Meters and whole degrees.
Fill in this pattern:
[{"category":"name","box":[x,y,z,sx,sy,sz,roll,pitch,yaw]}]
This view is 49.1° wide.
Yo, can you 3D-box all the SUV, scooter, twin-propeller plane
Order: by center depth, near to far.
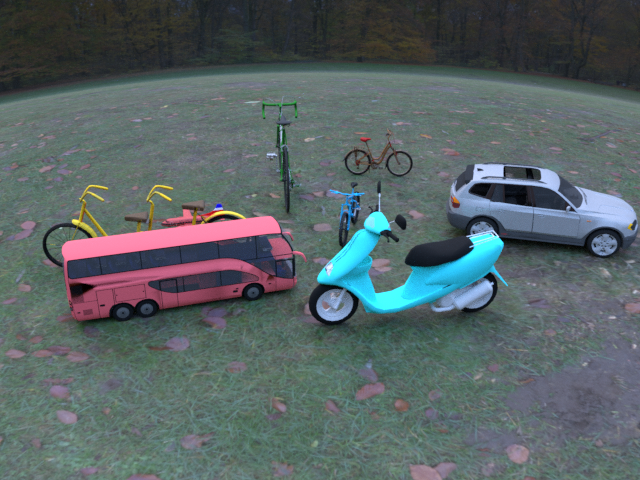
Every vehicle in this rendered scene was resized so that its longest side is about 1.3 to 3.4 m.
[{"category":"scooter","box":[1.193,0.253,9.183,2.721,1.786,1.288,-4,27,-8]},{"category":"SUV","box":[3.642,-0.578,11.577,3.058,1.128,1.276,6,27,12]},{"category":"twin-propeller plane","box":[-2.178,-0.388,12.003,1.095,0.407,1.370,-6,27,-13]}]

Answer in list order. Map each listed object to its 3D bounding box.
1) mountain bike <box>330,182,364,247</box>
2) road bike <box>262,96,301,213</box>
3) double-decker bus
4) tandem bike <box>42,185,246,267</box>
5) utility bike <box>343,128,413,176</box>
[{"category":"mountain bike","box":[0.500,-0.506,11.725,0.573,0.868,1.469,6,27,13]},{"category":"road bike","box":[-0.700,-1.704,13.236,0.696,1.656,3.004,-3,27,-5]},{"category":"double-decker bus","box":[-1.845,0.370,9.770,3.251,1.052,0.756,-8,28,-15]},{"category":"tandem bike","box":[-2.604,-0.218,10.639,3.192,1.326,0.550,-4,27,-7]},{"category":"utility bike","box":[1.168,-1.775,14.172,1.435,0.946,0.535,3,27,6]}]
